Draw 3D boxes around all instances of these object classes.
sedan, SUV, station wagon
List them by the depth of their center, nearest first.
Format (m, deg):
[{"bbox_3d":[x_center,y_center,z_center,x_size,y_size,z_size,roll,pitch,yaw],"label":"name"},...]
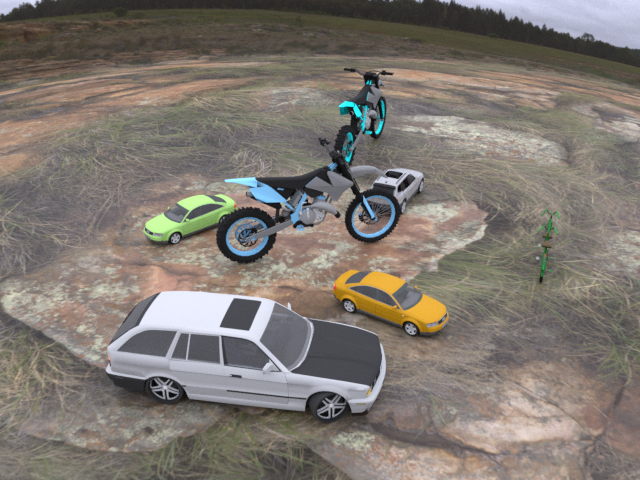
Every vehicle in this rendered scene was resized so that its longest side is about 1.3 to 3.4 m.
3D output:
[{"bbox_3d":[-0.803,1.213,7.939,3.105,0.920,1.327,5,29,8],"label":"station wagon"},{"bbox_3d":[0.925,0.765,9.229,1.613,0.483,0.635,18,33,30],"label":"sedan"},{"bbox_3d":[-2.104,-0.397,11.381,1.613,0.483,0.635,-23,36,-36],"label":"sedan"},{"bbox_3d":[1.344,-0.963,12.327,0.656,0.580,1.572,13,31,22],"label":"SUV"}]

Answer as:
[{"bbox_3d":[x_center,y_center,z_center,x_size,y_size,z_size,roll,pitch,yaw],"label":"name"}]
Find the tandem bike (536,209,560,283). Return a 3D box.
[{"bbox_3d":[3.366,0.027,10.386,0.283,0.682,1.642,10,30,17],"label":"tandem bike"}]

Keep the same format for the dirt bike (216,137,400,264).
[{"bbox_3d":[-0.134,-0.555,10.428,2.903,1.666,1.024,-9,30,-16],"label":"dirt bike"}]

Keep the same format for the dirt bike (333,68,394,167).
[{"bbox_3d":[0.847,-2.527,14.080,1.024,1.666,2.903,11,30,20],"label":"dirt bike"}]
